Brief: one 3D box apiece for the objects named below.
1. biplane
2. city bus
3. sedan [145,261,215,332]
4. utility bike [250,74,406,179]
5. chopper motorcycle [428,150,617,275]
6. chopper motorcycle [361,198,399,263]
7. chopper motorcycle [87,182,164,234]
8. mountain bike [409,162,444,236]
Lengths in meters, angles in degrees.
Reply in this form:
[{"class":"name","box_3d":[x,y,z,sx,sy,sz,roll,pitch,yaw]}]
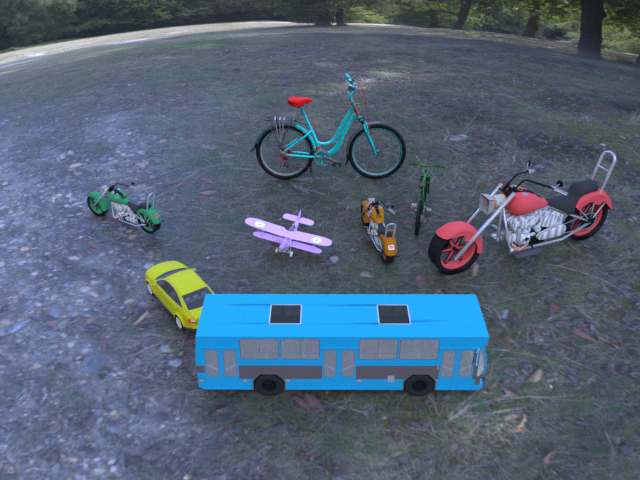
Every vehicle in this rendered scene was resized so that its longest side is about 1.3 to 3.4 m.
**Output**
[{"class":"biplane","box_3d":[-0.430,-0.086,10.627,1.336,0.504,1.090,8,33,13]},{"class":"city bus","box_3d":[0.237,1.219,8.160,3.255,0.894,0.926,0,32,0]},{"class":"sedan","box_3d":[-1.846,0.670,9.432,0.635,0.483,1.613,-21,37,-30]},{"class":"utility bike","box_3d":[0.144,-1.965,12.387,2.791,1.839,1.039,0,32,0]},{"class":"chopper motorcycle","box_3d":[3.003,-0.412,10.228,3.040,1.480,0.906,-12,34,-18]},{"class":"chopper motorcycle","box_3d":[0.880,-0.276,10.690,0.466,0.761,1.563,-6,32,-10]},{"class":"chopper motorcycle","box_3d":[-3.161,-0.585,11.187,1.563,0.761,0.466,18,36,27]},{"class":"mountain bike","box_3d":[1.656,-0.713,11.291,0.573,0.868,1.469,7,33,11]}]
